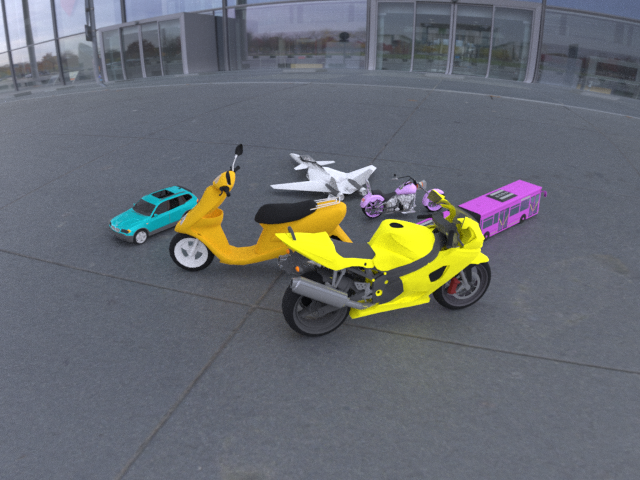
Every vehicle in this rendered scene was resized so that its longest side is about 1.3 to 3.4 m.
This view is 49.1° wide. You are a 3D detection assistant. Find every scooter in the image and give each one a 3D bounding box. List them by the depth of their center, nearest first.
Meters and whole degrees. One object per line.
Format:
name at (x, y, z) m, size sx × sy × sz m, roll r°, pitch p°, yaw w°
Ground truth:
scooter at (-0.861, -0.330, 10.027) m, size 2.721 × 1.786 × 1.288 m, roll 1°, pitch 27°, yaw 1°

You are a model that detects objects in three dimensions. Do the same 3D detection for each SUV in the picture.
SUV at (-2.731, -0.454, 11.598) m, size 0.656 × 0.580 × 1.572 m, roll 23°, pitch 35°, yaw 37°

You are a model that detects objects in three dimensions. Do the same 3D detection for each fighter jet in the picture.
fighter jet at (0.000, -1.423, 13.526) m, size 2.229 × 0.557 × 2.640 m, roll -14°, pitch 30°, yaw -25°

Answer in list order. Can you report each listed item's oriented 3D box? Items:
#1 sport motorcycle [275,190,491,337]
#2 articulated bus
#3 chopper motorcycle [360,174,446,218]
sport motorcycle at (0.884, 0.355, 8.893) m, size 2.955 × 1.596 × 0.983 m, roll -8°, pitch 28°, yaw -16°
articulated bus at (2.404, -0.262, 11.243) m, size 3.401 × 0.561 × 0.605 m, roll -22°, pitch 34°, yaw -36°
chopper motorcycle at (1.442, -0.775, 12.030) m, size 1.563 × 0.761 × 0.466 m, roll -8°, pitch 28°, yaw -16°
